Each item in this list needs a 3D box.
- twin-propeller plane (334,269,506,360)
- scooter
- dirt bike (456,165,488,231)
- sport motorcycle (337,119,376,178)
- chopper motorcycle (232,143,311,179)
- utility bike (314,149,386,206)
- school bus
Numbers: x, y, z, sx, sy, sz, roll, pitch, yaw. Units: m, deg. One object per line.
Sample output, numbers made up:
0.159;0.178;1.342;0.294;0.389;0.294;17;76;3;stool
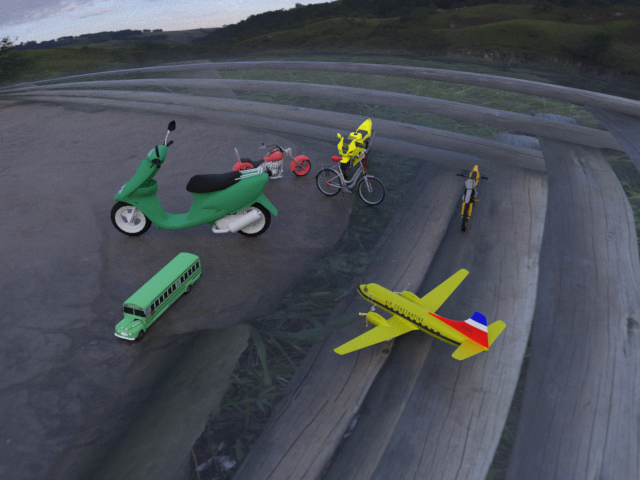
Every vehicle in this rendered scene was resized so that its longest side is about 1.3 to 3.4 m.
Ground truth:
1.273;0.902;9.026;2.663;0.792;2.129;-26;38;-38;twin-propeller plane
-2.053;-0.851;11.138;2.721;1.786;1.288;0;29;0;scooter
2.576;-0.775;11.953;0.527;0.857;1.493;9;30;15;dirt bike
0.713;-1.821;13.858;0.506;0.821;1.520;12;31;20;sport motorcycle
-0.916;-1.490;13.329;1.563;0.761;0.466;-12;31;-20;chopper motorcycle
0.540;-1.167;12.562;1.435;0.946;0.535;14;32;24;utility bike
-2.216;0.760;9.645;0.365;0.434;1.708;11;31;19;school bus
